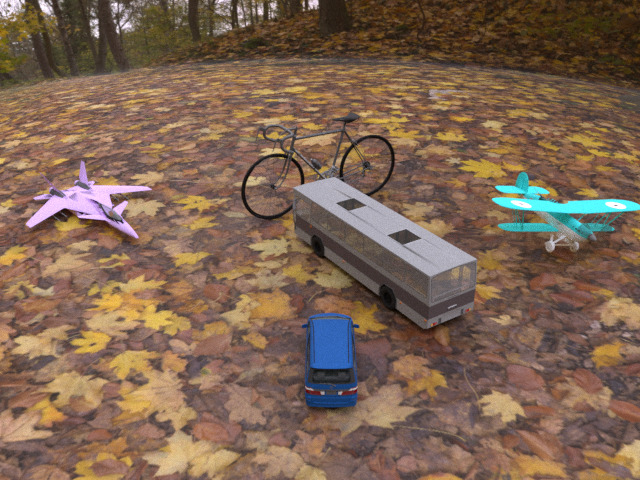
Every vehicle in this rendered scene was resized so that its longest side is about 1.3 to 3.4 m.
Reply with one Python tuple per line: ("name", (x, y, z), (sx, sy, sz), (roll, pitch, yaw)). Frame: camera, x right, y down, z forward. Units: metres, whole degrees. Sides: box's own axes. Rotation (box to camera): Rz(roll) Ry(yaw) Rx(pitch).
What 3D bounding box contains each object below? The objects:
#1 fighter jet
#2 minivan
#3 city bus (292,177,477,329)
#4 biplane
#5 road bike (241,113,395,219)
("fighter jet", (-3.748, -0.633, 11.746), (2.229, 0.557, 2.640), (-23, 36, -37))
("minivan", (0.123, 1.265, 8.084), (0.681, 0.616, 1.548), (0, 28, 0))
("city bus", (0.782, 0.107, 9.982), (0.926, 0.894, 3.255), (-17, 32, -29))
("biplane", (3.654, -0.439, 10.924), (2.598, 0.981, 2.120), (-9, 29, -16))
("road bike", (0.037, -1.307, 11.847), (3.004, 1.656, 0.696), (-15, 31, -26))
